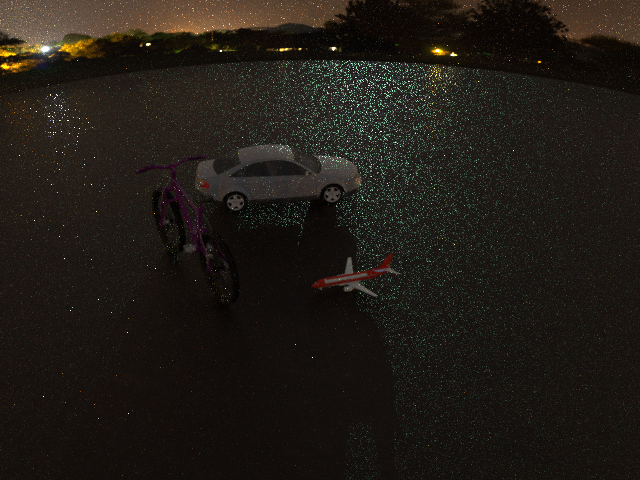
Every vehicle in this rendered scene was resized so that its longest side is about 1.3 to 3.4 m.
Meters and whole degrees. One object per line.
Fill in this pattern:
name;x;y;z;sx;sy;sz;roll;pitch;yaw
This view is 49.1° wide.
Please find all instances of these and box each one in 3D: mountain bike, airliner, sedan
mountain bike;-1.940;-0.219;10.493;1.114;1.688;2.857;-18;34;-30
airliner;0.500;0.483;10.522;1.307;0.429;1.161;-9;30;-15
sedan;-0.772;-1.261;13.165;3.137;0.940;1.235;-5;29;-9
